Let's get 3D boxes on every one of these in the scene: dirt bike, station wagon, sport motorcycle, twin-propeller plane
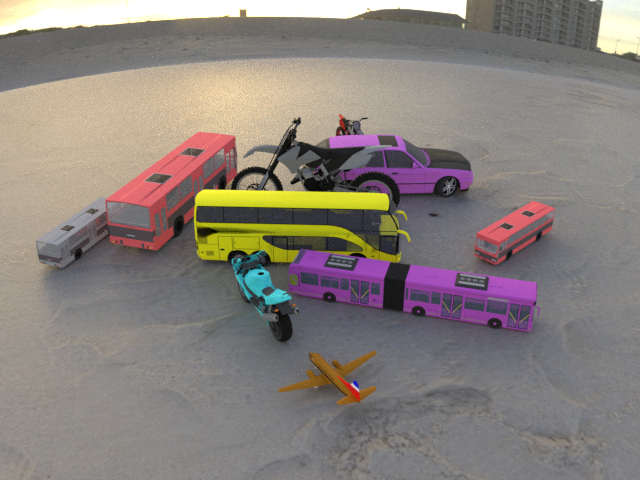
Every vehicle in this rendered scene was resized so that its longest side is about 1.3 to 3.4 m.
[{"bbox_3d":[0.663,-2.156,14.529,0.527,0.857,1.493,-11,31,-19],"label":"dirt bike"},{"bbox_3d":[-0.089,-1.109,11.771,2.903,1.666,1.024,2,29,4],"label":"dirt bike"},{"bbox_3d":[1.320,-1.439,13.152,3.105,0.920,1.327,-1,29,-2],"label":"station wagon"},{"bbox_3d":[-0.760,0.720,9.307,0.506,0.821,1.520,-16,32,-26],"label":"sport motorcycle"},{"bbox_3d":[0.160,1.560,8.203,1.370,0.407,1.095,-17,33,-28],"label":"twin-propeller plane"}]

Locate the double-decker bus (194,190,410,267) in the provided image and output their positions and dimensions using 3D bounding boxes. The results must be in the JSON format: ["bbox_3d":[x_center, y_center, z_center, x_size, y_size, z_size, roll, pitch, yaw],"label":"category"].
[{"bbox_3d":[-0.274,-0.182,10.716,3.251,1.052,0.756,1,29,2],"label":"double-decker bus"}]

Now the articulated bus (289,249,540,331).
[{"bbox_3d":[1.251,0.674,9.663,3.401,0.561,0.605,8,30,14],"label":"articulated bus"}]

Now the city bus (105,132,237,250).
[{"bbox_3d":[-2.450,-0.904,12.200,0.926,0.894,3.255,9,30,15],"label":"city bus"}]

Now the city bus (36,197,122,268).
[{"bbox_3d":[-3.806,-0.128,11.234,0.476,0.460,1.674,10,30,17],"label":"city bus"}]

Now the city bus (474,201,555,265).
[{"bbox_3d":[3.128,-0.115,11.211,1.674,0.460,0.476,-25,37,-38],"label":"city bus"}]
